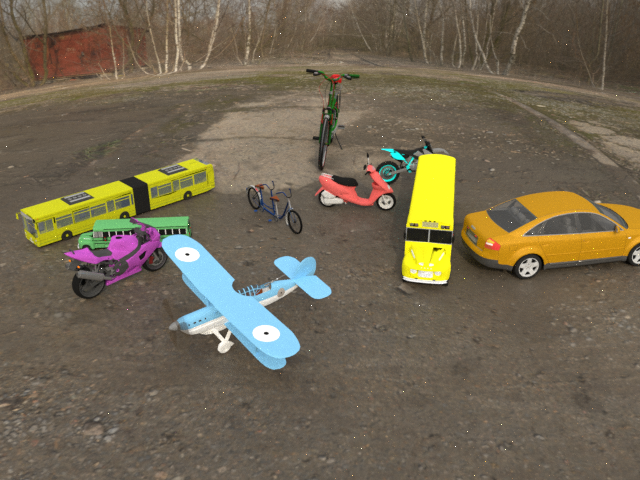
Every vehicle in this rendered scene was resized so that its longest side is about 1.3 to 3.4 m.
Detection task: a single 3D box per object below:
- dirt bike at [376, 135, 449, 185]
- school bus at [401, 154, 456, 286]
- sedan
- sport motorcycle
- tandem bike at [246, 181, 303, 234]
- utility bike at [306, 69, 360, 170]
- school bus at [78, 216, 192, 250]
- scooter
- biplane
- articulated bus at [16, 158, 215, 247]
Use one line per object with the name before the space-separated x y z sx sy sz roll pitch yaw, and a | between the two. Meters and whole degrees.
dirt bike | 1.766 -1.448 12.965 1.493 0.857 0.527 -3 27 -5
school bus | 1.738 -0.389 10.908 0.709 0.844 3.322 5 27 9
sedan | 3.681 -0.190 10.414 3.137 0.940 1.235 -5 28 -11
sport motorcycle | -2.771 0.250 9.684 0.506 0.821 1.520 24 36 39
tandem bike | -0.777 -0.633 11.563 0.283 0.682 1.642 -19 33 -33
utility bike | 0.289 -2.605 14.149 1.039 1.839 2.791 3 27 6
school bus | -2.858 -0.093 10.779 1.708 0.434 0.365 -2 27 -5
scooter | 0.612 -0.955 11.934 1.399 0.919 0.662 4 27 7
biplane | -0.865 0.750 8.529 2.120 0.981 2.598 -20 33 -34
articulated bus | -3.302 -0.695 11.817 3.401 0.561 0.605 -24 35 -38
